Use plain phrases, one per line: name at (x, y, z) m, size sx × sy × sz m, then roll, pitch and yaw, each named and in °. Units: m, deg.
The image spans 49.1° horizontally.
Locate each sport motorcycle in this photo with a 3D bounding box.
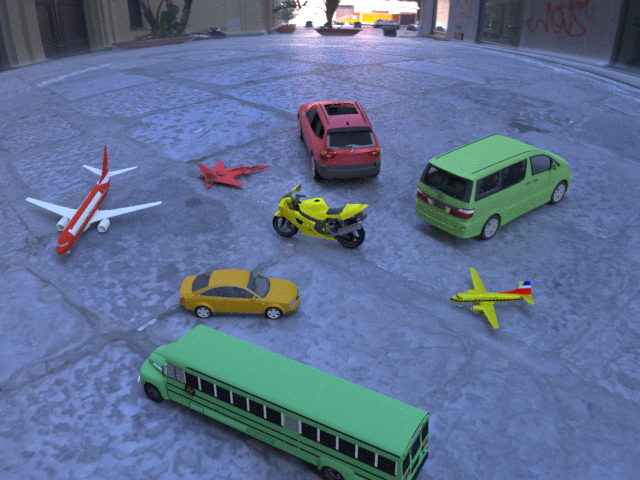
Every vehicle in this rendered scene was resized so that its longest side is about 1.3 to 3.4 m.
sport motorcycle at (-0.016, -0.323, 10.649) m, size 1.520 × 0.821 × 0.506 m, roll 9°, pitch 32°, yaw 15°

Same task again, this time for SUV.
SUV at (0.325, -2.107, 13.294) m, size 1.276 × 1.128 × 3.058 m, roll -5°, pitch 32°, yaw -8°

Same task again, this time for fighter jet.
fighter jet at (-1.522, -1.300, 12.776) m, size 1.358 × 0.286 × 1.147 m, roll -15°, pitch 34°, yaw -23°

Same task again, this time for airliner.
airliner at (-3.741, -0.657, 11.186) m, size 2.257 × 0.835 × 2.541 m, roll 2°, pitch 31°, yaw 3°

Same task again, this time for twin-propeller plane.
twin-propeller plane at (2.279, 0.722, 9.323) m, size 1.095 × 0.407 × 1.370 m, roll -1°, pitch 31°, yaw -2°

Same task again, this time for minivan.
minivan at (2.933, -1.020, 11.436) m, size 3.011 × 1.197 × 1.324 m, roll -24°, pitch 38°, yaw -33°

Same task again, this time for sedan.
sedan at (-1.066, 0.684, 9.314) m, size 1.613 × 0.483 × 0.635 m, roll 1°, pitch 31°, yaw 2°

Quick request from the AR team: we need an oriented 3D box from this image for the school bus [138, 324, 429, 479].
school bus at (-0.519, 1.676, 7.328) m, size 3.322 × 0.844 × 0.709 m, roll 17°, pitch 35°, yaw 25°
